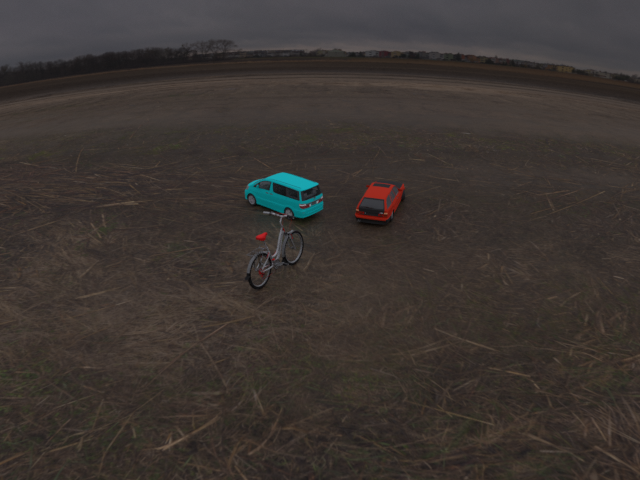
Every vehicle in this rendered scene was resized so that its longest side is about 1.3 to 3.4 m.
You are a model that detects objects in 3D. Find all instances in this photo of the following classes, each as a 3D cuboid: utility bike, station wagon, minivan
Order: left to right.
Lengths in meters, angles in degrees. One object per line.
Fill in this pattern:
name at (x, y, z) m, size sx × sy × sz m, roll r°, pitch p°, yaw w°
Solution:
utility bike at (-0.692, 0.094, 10.178) m, size 0.535 × 0.946 × 1.435 m, roll 16°, pitch 30°, yaw 29°
minivan at (-0.671, -0.850, 12.454) m, size 1.548 × 0.616 × 0.681 m, roll 22°, pitch 34°, yaw 37°
station wagon at (1.097, -0.770, 12.452) m, size 0.682 × 0.473 × 1.597 m, roll 8°, pitch 28°, yaw 16°
